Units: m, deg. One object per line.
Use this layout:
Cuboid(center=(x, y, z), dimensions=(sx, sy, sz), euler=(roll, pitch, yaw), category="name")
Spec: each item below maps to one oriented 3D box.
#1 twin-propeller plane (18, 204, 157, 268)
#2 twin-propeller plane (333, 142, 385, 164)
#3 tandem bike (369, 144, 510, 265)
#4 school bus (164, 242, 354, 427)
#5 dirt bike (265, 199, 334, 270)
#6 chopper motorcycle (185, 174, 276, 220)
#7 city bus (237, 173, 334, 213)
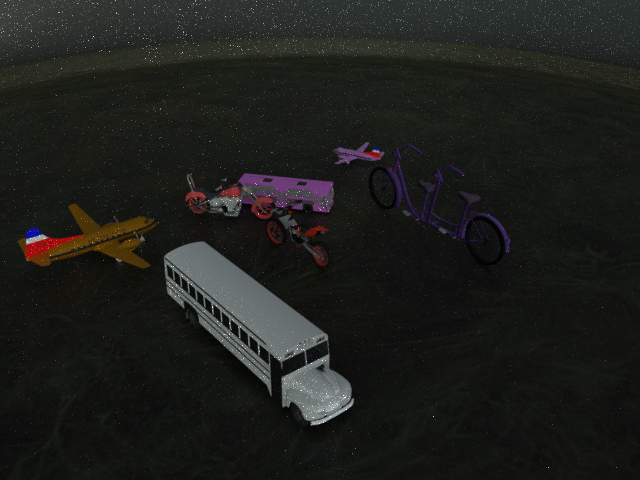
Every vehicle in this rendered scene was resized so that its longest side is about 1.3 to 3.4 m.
Cuboid(center=(-3.473, -0.096, 10.777), dimensions=(2.129, 0.792, 2.663), euler=(-22, 36, -34), category="twin-propeller plane")
Cuboid(center=(0.745, -1.787, 14.247), dimensions=(1.095, 0.407, 1.370), euler=(16, 33, 27), category="twin-propeller plane")
Cuboid(center=(1.818, -0.668, 11.264), dimensions=(0.550, 1.326, 3.192), euler=(-19, 34, -31), category="tandem bike")
Cuboid(center=(-0.845, 1.052, 8.639), dimensions=(0.709, 0.844, 3.322), euler=(-21, 35, -33), category="school bus")
Cuboid(center=(-0.346, -0.114, 10.744), dimensions=(1.493, 0.857, 0.527), euler=(26, 38, 38), category="dirt bike")
Cuboid(center=(-1.541, -0.734, 11.969), dimensions=(1.563, 0.761, 0.466), euler=(3, 29, 6), category="chopper motorcycle")
Cuboid(center=(-0.612, -0.822, 12.440), dimensions=(1.674, 0.460, 0.476), euler=(7, 30, 12), category="city bus")
